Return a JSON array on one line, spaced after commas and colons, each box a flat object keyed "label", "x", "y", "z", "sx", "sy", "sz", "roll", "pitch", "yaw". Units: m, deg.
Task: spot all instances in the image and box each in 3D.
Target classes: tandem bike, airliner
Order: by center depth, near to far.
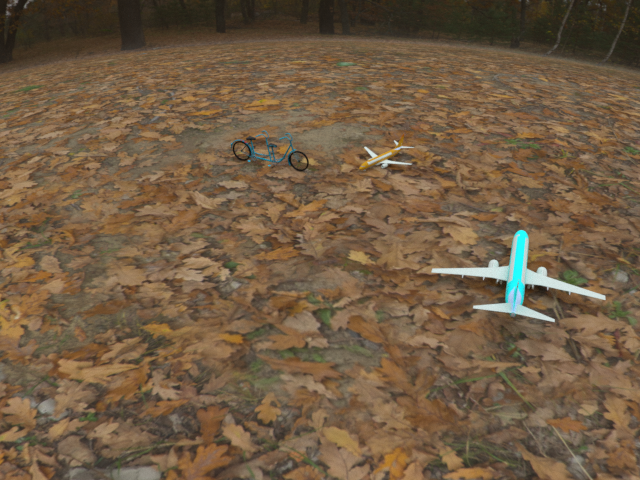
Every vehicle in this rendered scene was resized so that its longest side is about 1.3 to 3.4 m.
[{"label": "airliner", "x": 2.705, "y": 0.287, "z": 9.505, "sx": 2.257, "sy": 0.835, "sz": 2.541, "roll": 9, "pitch": 31, "yaw": 15}, {"label": "tandem bike", "x": -0.955, "y": -1.703, "z": 13.065, "sx": 1.642, "sy": 0.682, "sz": 0.283, "roll": 13, "pitch": 33, "yaw": 21}, {"label": "airliner", "x": 1.186, "y": -1.643, "z": 13.212, "sx": 1.161, "sy": 0.429, "sz": 1.307, "roll": 27, "pitch": 39, "yaw": 38}]
